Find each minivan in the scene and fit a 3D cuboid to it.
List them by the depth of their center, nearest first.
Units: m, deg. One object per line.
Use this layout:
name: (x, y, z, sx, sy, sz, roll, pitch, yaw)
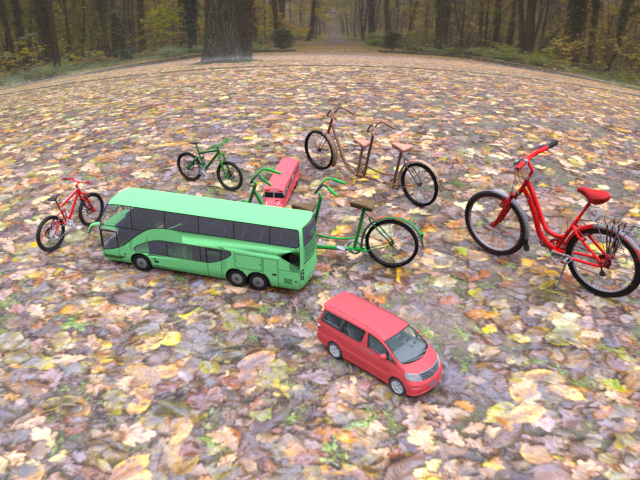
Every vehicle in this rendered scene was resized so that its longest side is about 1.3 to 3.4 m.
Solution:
minivan: (0.681, 1.173, 8.063, 1.548, 0.616, 0.681, 24, 37, 38)

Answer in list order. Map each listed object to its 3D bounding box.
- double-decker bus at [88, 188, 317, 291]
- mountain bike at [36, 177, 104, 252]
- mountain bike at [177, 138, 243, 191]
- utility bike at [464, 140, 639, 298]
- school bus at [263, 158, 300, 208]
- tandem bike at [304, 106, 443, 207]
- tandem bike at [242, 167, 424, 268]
double-decker bus: (-1.652, -0.042, 9.881, 3.251, 1.052, 0.756, 8, 29, 15)
mountain bike: (-3.851, -0.428, 10.801, 0.573, 0.868, 1.469, 12, 30, 21)
mountain bike: (-2.005, -1.379, 12.585, 1.469, 0.868, 0.573, 15, 32, 26)
utility bike: (3.119, -0.270, 9.471, 2.791, 1.839, 1.039, 24, 37, 38)
school bus: (-0.678, -0.927, 12.199, 0.365, 0.434, 1.708, 4, 28, 8)
tandem bike: (0.856, -1.547, 12.414, 3.192, 1.326, 0.550, 24, 36, 38)
tandem bike: (-0.080, -0.320, 10.111, 3.192, 1.326, 0.550, 7, 29, 13)
